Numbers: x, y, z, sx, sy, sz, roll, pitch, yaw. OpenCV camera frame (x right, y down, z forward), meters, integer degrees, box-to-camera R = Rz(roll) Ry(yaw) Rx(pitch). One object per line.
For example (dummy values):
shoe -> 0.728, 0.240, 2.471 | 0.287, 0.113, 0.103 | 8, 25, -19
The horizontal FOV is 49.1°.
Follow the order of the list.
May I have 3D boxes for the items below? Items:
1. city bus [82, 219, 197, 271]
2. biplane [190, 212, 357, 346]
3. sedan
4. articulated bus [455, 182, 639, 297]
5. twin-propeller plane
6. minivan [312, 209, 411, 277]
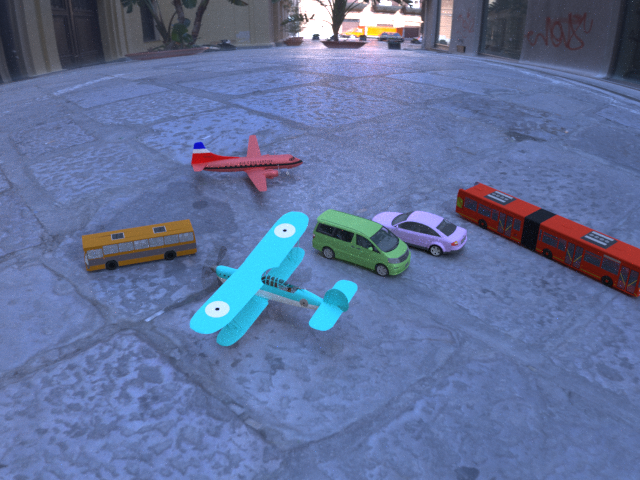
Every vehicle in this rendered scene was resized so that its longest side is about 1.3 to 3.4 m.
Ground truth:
city bus -> -2.783, 0.090, 10.832 | 1.674, 0.460, 0.476 | -10, 32, -16
biplane -> -0.594, 0.674, 9.307 | 2.120, 0.981, 2.598 | 14, 33, 23
sedan -> 1.567, -0.191, 11.292 | 1.613, 0.483, 0.635 | 16, 34, 26
articulated bus -> 3.613, -0.092, 11.045 | 0.605, 0.561, 3.401 | -23, 37, -34
twin-propeller plane -> -1.380, -1.547, 13.323 | 2.129, 0.792, 2.663 | -4, 30, -8
minivan -> 0.647, 0.027, 10.785 | 1.548, 0.616, 0.681 | 17, 34, 27
